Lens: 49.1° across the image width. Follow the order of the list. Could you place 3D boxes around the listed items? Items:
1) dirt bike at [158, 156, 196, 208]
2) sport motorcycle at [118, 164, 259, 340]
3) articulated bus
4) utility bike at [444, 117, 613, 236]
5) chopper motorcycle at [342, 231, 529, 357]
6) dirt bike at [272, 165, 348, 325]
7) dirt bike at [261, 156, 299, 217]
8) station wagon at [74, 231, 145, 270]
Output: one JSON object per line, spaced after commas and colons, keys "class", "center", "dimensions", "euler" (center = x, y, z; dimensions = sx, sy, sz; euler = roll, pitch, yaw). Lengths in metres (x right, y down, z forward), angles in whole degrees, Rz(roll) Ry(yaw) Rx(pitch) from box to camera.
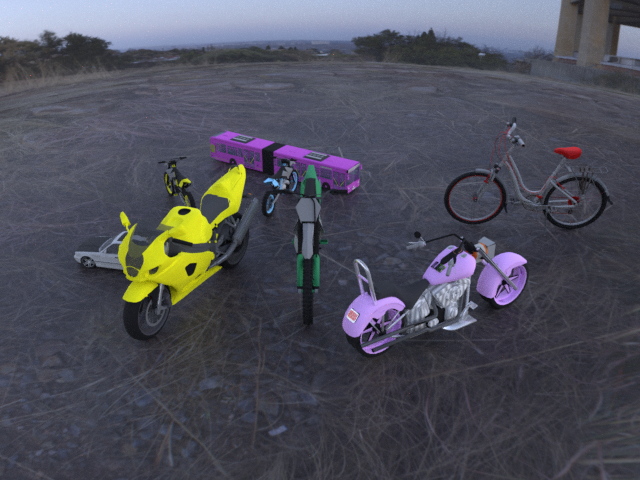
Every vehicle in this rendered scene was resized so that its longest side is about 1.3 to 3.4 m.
{"class": "dirt bike", "center": [-2.564, -1.010, 12.629], "dimensions": [0.527, 0.857, 1.493], "euler": [-15, 32, -26]}
{"class": "sport motorcycle", "center": [-1.803, 0.106, 9.776], "dimensions": [0.983, 1.596, 2.955], "euler": [12, 31, 21]}
{"class": "articulated bus", "center": [-0.749, -1.590, 14.019], "dimensions": [3.401, 0.561, 0.605], "euler": [17, 33, 28]}
{"class": "utility bike", "center": [3.487, -0.964, 11.508], "dimensions": [2.791, 1.839, 1.039], "euler": [3, 28, 5]}
{"class": "chopper motorcycle", "center": [1.614, 0.546, 9.081], "dimensions": [3.040, 1.480, 0.906], "euler": [-17, 33, -28]}
{"class": "dirt bike", "center": [-0.134, -0.108, 10.099], "dimensions": [1.024, 1.666, 2.903], "euler": [0, 28, 0]}
{"class": "dirt bike", "center": [-0.719, -1.039, 12.683], "dimensions": [0.527, 0.857, 1.493], "euler": [11, 30, 19]}
{"class": "station wagon", "center": [-3.019, 0.149, 10.881], "dimensions": [1.597, 0.473, 0.682], "euler": [6, 29, 10]}
